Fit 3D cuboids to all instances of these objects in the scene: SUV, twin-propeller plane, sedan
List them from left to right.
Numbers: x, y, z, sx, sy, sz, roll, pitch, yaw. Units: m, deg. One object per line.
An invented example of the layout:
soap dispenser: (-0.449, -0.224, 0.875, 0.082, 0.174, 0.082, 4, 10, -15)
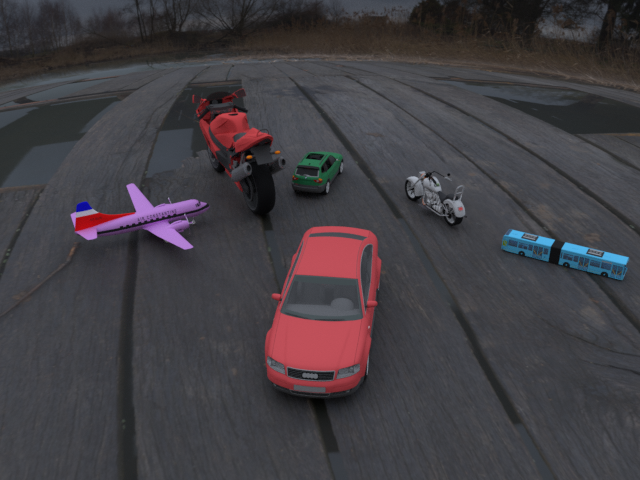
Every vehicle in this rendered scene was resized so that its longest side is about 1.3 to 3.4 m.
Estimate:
twin-propeller plane: (-2.684, -0.416, 10.729, 2.129, 0.792, 2.663, -16, 32, -27)
SUV: (-0.031, -1.314, 12.641, 0.656, 0.580, 1.572, 8, 29, 14)
sedan: (0.103, 0.660, 8.550, 1.235, 0.940, 3.137, 4, 28, 7)

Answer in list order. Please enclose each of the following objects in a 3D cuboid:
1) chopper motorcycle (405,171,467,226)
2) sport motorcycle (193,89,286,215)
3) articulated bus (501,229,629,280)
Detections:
chopper motorcycle: (1.867, -0.795, 11.474, 0.466, 0.761, 1.563, -13, 31, -23)
sport motorcycle: (-1.438, -1.573, 12.046, 0.983, 1.596, 2.955, -13, 31, -23)
articulated bus: (3.519, 0.201, 10.106, 1.749, 0.289, 0.311, 16, 32, 27)
